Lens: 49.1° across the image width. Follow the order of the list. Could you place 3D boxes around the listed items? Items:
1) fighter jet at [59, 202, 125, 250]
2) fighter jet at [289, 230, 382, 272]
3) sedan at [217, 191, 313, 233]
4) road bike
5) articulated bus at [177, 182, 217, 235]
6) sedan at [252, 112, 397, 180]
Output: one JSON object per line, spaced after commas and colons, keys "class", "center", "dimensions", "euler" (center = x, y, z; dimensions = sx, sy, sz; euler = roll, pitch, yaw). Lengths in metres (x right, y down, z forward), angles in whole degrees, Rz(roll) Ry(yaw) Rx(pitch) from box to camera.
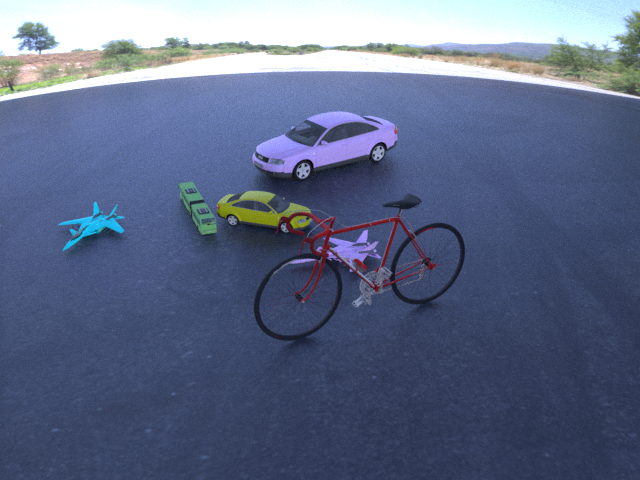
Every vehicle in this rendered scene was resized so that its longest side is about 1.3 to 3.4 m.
{"class": "fighter jet", "center": [-3.701, -0.211, 11.100], "dimensions": [1.147, 0.286, 1.358], "euler": [7, 27, 13]}
{"class": "fighter jet", "center": [0.180, 0.159, 10.355], "dimensions": [1.358, 0.286, 1.147], "euler": [-9, 28, -18]}
{"class": "sedan", "center": [-0.905, -0.506, 11.474], "dimensions": [1.613, 0.483, 0.635], "euler": [8, 28, 16]}
{"class": "road bike", "center": [0.577, 0.279, 8.571], "dimensions": [3.004, 1.656, 0.697], "euler": [-13, 29, -24]}
{"class": "articulated bus", "center": [-2.073, -0.557, 11.796], "dimensions": [0.311, 0.289, 1.749], "euler": [-10, 28, -19]}
{"class": "sedan", "center": [0.129, -1.978, 13.931], "dimensions": [3.137, 0.940, 1.235], "euler": [-17, 31, -30]}
